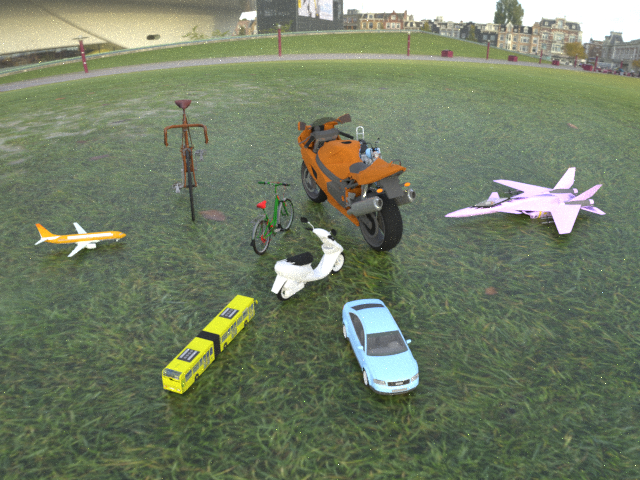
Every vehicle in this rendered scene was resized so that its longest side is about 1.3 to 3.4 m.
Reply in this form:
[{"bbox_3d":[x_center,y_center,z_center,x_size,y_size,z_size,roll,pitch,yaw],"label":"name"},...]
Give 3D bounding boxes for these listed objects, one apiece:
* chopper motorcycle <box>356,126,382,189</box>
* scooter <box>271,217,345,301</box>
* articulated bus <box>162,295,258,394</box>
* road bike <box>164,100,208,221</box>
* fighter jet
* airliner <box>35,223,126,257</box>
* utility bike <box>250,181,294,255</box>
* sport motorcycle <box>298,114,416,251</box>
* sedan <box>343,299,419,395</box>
[{"bbox_3d":[0.952,-1.562,13.183,0.466,0.761,1.563,-7,28,-14],"label":"chopper motorcycle"},{"bbox_3d":[-0.129,0.237,9.537,0.662,0.919,1.399,23,35,37],"label":"scooter"},{"bbox_3d":[-1.282,1.199,8.363,0.311,0.289,1.749,11,29,20],"label":"articulated bus"},{"bbox_3d":[-2.292,-1.517,12.124,0.697,1.656,3.004,-5,28,-10],"label":"road bike"},{"bbox_3d":[3.330,-0.697,11.734,2.640,0.557,2.229,-7,28,-13],"label":"fighter jet"},{"bbox_3d":[-3.665,-0.117,10.753,1.307,0.429,1.161,-6,28,-12],"label":"airliner"},{"bbox_3d":[-0.773,-0.399,10.736,0.535,0.946,1.435,11,29,20],"label":"utility bike"},{"bbox_3d":[0.438,-0.972,11.135,0.983,1.596,2.955,-14,31,-25],"label":"sport motorcycle"},{"bbox_3d":[0.689,1.174,8.201,0.635,0.483,1.613,-6,28,-11],"label":"sedan"}]
